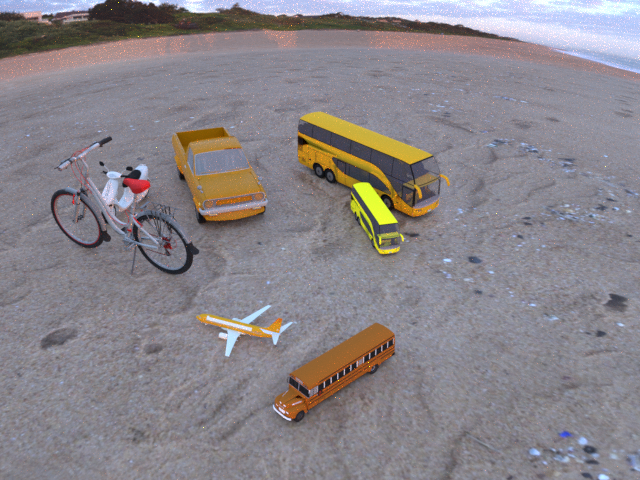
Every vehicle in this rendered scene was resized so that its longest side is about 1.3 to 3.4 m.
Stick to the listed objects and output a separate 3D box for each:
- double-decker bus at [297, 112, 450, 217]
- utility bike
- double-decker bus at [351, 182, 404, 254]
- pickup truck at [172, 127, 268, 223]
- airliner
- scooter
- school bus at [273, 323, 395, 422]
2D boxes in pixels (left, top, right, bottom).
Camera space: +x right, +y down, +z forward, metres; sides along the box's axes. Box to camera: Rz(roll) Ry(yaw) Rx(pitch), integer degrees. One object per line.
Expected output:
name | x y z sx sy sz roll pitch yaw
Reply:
double-decker bus | 0.840 -1.397 12.652 0.756 1.052 3.251 -24 37 -35
utility bike | -3.002 -0.416 10.150 2.791 1.839 1.039 14 33 23
double-decker bus | 0.888 -0.356 11.349 0.389 0.541 1.672 -7 31 -12
pickup truck | -1.884 -1.347 12.623 1.244 0.993 3.117 -10 31 -17
airliner | -1.045 1.042 9.023 1.307 0.429 1.161 12 32 20
scooter | -3.342 -0.940 11.988 0.662 0.919 1.399 11 32 18
school bus | 0.184 1.525 8.176 1.708 0.434 0.365 -25 38 -36
